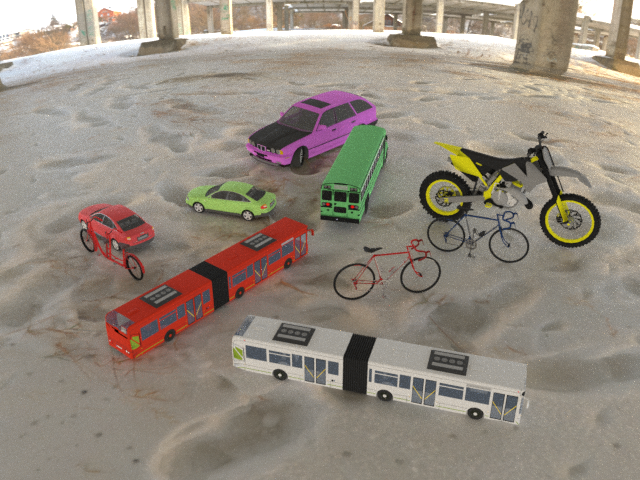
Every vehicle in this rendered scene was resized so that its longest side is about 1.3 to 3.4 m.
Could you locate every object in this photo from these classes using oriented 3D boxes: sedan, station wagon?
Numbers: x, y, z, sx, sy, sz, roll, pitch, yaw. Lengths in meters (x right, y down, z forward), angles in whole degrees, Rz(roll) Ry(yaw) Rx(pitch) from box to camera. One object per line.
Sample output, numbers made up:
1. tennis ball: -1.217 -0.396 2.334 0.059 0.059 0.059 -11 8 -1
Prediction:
1. sedan: -3.316 -0.300 11.297 1.613 0.483 0.635 24 37 36
2. station wagon: -0.135 -2.396 14.562 1.327 0.920 3.105 24 37 36
3. sedan: -1.548 -0.737 12.069 1.613 0.483 0.635 9 31 16

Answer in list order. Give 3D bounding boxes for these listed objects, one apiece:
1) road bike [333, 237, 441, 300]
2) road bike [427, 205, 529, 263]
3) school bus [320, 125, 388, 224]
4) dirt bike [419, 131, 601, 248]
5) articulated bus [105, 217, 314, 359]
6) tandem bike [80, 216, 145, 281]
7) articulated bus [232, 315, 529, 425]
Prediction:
1. road bike: 0.940 0.422 9.644 1.545 0.852 0.358 -5 30 -9
2. road bike: 2.387 -0.110 10.585 1.545 0.852 0.358 10 31 18
3. school bus: 0.700 -1.314 12.724 0.709 0.844 3.322 7 30 11
4. dirt bike: 2.978 -0.838 11.046 2.903 1.666 1.024 14 32 23
5. articulated bus: -1.396 0.557 9.699 0.605 0.561 3.401 22 36 33
6. tandem bike: -3.124 0.091 10.402 1.642 0.682 0.283 23 37 35
7. articulated bus: 0.647 1.468 8.086 3.401 0.561 0.605 8 31 14
